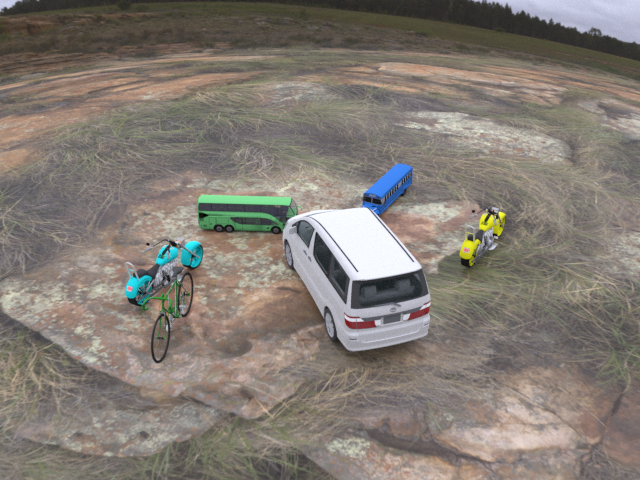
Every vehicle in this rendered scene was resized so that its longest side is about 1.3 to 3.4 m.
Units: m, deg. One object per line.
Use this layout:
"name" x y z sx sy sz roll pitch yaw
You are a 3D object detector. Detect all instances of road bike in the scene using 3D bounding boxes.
"road bike" -1.838 0.837 8.739 0.358 0.852 1.545 4 30 7

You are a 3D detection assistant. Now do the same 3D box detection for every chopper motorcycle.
"chopper motorcycle" 2.505 -0.156 10.604 0.466 0.761 1.563 17 34 28
"chopper motorcycle" -2.148 0.320 9.754 0.466 0.761 1.563 14 32 24

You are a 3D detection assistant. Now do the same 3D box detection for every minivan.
"minivan" 0.377 0.249 9.435 1.324 1.197 3.011 -9 31 -16

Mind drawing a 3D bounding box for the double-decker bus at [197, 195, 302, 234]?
"double-decker bus" -1.130 -0.421 11.302 1.672 0.541 0.389 2 29 3

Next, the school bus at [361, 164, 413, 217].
"school bus" 1.134 -0.821 12.126 0.365 0.434 1.708 15 32 24
